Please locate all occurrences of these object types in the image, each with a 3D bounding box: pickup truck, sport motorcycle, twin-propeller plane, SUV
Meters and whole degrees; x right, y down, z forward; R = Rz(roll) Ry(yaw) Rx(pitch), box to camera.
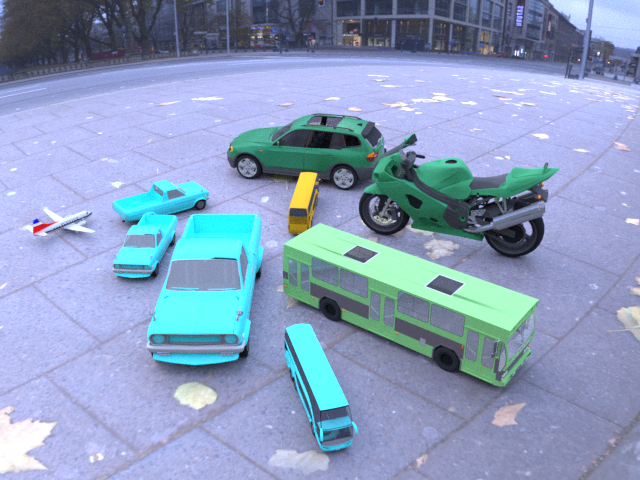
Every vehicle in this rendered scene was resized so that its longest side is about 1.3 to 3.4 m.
[{"bbox_3d":[-2.702,-0.698,11.975,1.603,0.511,0.640,-19,34,-32],"label":"pickup truck"},{"bbox_3d":[2.018,-0.637,10.710,2.955,1.596,0.983,10,30,18],"label":"sport motorcycle"},{"bbox_3d":[-2.629,0.020,10.632,0.640,0.511,1.603,2,28,4],"label":"pickup truck"},{"bbox_3d":[-4.173,-0.315,11.369,1.370,0.407,1.095,20,34,33],"label":"twin-propeller plane"},{"bbox_3d":[-1.443,0.438,9.340,1.244,0.993,3.117,0,28,0],"label":"pickup truck"},{"bbox_3d":[-0.255,-1.793,13.367,3.058,1.128,1.276,8,29,14],"label":"SUV"}]

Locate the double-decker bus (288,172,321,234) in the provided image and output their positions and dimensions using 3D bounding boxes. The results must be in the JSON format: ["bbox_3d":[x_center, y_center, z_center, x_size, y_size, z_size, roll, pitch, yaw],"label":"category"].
[{"bbox_3d":[-0.260,-0.657,11.866,0.389,0.541,1.672,3,28,5],"label":"double-decker bus"}]

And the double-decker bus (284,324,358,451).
[{"bbox_3d":[-0.038,1.591,7.664,0.389,0.541,1.672,-8,29,-14],"label":"double-decker bus"}]

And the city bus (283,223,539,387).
[{"bbox_3d":[1.015,0.756,8.849,3.255,0.894,0.926,20,34,33],"label":"city bus"}]
